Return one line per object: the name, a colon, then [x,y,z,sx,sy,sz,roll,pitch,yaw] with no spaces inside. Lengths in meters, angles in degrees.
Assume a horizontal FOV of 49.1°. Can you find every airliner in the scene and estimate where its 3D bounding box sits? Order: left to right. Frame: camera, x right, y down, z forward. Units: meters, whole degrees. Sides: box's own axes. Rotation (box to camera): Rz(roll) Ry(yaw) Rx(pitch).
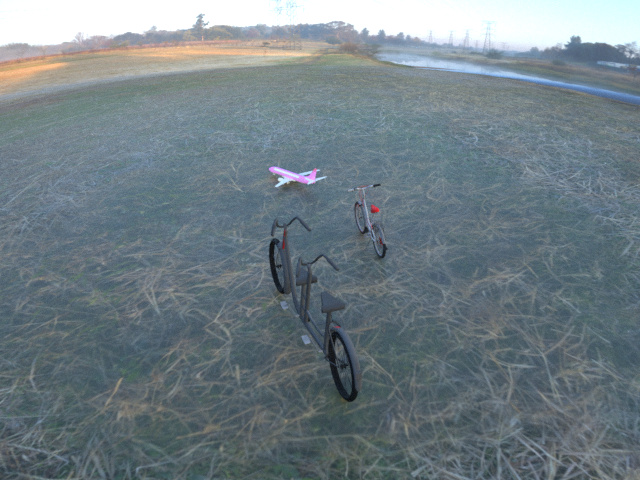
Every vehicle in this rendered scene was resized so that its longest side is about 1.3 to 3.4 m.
airliner: [-0.515,-1.291,13.158,1.307,0.429,1.161,23,35,38]

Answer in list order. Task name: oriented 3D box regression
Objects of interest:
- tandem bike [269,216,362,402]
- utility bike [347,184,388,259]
tandem bike: [-0.146,0.636,8.399,0.550,1.326,3.192,-9,29,-18]
utility bike: [0.718,-0.333,10.715,0.535,0.946,1.435,-7,28,-14]
